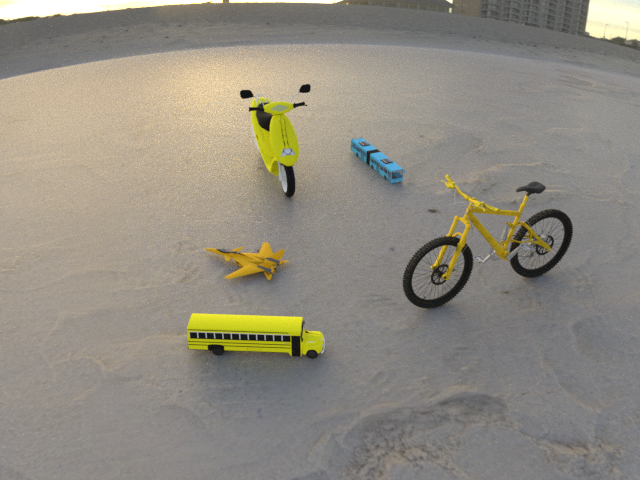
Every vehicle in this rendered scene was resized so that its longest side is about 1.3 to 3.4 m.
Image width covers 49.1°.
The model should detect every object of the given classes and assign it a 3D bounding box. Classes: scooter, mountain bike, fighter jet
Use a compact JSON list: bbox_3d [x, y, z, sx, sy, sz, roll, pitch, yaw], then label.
[{"bbox_3d":[-0.865,-2.077,13.041,1.288,1.786,2.721,-8,32,-14],"label":"scooter"},{"bbox_3d":[2.394,-0.012,9.628,2.857,1.688,1.114,-14,33,-22],"label":"mountain bike"},{"bbox_3d":[-1.199,0.214,10.626,1.358,0.286,1.147,14,33,23],"label":"fighter jet"}]

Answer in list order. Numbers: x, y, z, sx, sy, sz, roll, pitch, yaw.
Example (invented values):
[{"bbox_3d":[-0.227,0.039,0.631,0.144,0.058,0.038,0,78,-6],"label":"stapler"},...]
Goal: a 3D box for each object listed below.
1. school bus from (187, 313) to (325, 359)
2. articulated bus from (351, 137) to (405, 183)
[{"bbox_3d":[-0.795,1.196,8.812,1.708,0.434,0.365,2,31,3],"label":"school bus"},{"bbox_3d":[1.090,-1.571,13.657,0.311,0.289,1.749,-13,33,-21],"label":"articulated bus"}]
